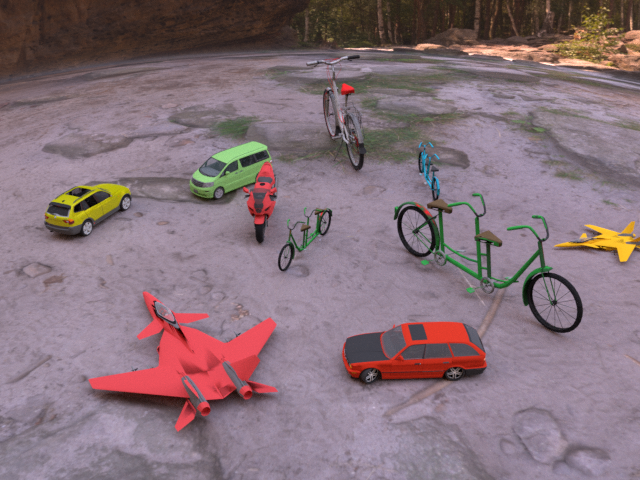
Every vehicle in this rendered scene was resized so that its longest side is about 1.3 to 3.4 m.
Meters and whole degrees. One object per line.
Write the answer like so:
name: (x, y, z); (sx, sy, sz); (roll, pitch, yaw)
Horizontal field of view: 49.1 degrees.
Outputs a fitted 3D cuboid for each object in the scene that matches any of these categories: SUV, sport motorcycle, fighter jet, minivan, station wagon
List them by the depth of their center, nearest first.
station wagon: (1.050, 1.226, 7.897); (1.597, 0.473, 0.682); (-1, 29, -3)
fighter jet: (-1.620, 1.063, 8.110); (2.229, 0.557, 2.640); (-16, 33, -27)
fighter jet: (4.135, -0.023, 10.395); (1.358, 0.286, 1.147); (-3, 29, -6)
sport motorcycle: (-0.881, -0.605, 10.907); (0.506, 0.821, 1.520); (1, 28, 1)
SUV: (-3.665, -0.583, 11.119); (0.656, 0.580, 1.572); (11, 30, 20)
minivan: (-1.565, -1.233, 12.281); (0.681, 0.616, 1.548); (25, 37, 38)

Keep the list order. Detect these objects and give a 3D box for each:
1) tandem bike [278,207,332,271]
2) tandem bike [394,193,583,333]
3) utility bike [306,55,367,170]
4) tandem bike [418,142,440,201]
tandem bike: (-0.193, -0.140, 10.196); (0.283, 0.682, 1.642); (14, 31, 24)
tandem bike: (2.083, 0.063, 9.146); (0.550, 1.326, 3.192); (-20, 34, -32)
utility bike: (0.334, -2.492, 13.319); (1.039, 1.839, 2.791); (-7, 29, -12)
tandem bike: (1.902, -1.246, 12.236); (0.283, 0.682, 1.642); (-2, 29, -4)
